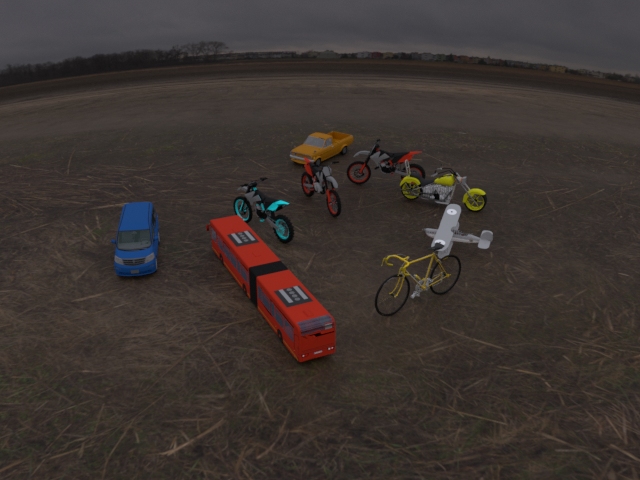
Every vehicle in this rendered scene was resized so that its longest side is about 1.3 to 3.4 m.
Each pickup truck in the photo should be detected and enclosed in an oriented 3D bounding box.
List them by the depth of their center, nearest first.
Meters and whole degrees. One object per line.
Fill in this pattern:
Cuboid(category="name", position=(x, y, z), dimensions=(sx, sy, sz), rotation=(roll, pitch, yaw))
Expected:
Cuboid(category="pickup truck", position=(0.054, -1.992, 14.760), dimensions=(0.640, 0.511, 1.603), rotation=(17, 31, 31))

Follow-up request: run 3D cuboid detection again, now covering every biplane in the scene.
Cuboid(category="biplane", position=(2.099, -0.054, 10.776), dimensions=(1.090, 0.504, 1.336), rotation=(9, 27, 18))

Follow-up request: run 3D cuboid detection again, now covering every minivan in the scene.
Cuboid(category="minivan", position=(-2.766, -0.026, 10.591), dimensions=(0.681, 0.616, 1.548), rotation=(-4, 26, -9))

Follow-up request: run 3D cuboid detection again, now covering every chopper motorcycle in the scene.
Cuboid(category="chopper motorcycle", position=(2.172, -0.960, 12.349), dimensions=(1.563, 0.761, 0.466), rotation=(11, 28, 21))

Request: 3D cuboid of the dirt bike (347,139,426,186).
Cuboid(category="dirt bike", position=(1.248, -1.420, 13.186), dimensions=(1.493, 0.857, 0.527), rotation=(3, 26, 6))

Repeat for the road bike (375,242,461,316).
Cuboid(category="road bike", position=(1.329, 0.483, 9.274), dimensions=(1.545, 0.852, 0.358), rotation=(-17, 31, -31))

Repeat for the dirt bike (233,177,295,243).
Cuboid(category="dirt bike", position=(-0.943, -0.512, 11.317), dimensions=(0.527, 0.857, 1.493), rotation=(-23, 34, -39))

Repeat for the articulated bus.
Cuboid(category="articulated bus", position=(-0.753, 0.527, 9.517), dimensions=(0.605, 0.561, 3.401), rotation=(-12, 28, -23))

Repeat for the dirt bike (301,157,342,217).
Cuboid(category="dirt bike", position=(0.015, -0.999, 12.319), dimensions=(0.527, 0.857, 1.493), rotation=(-12, 28, -24))
